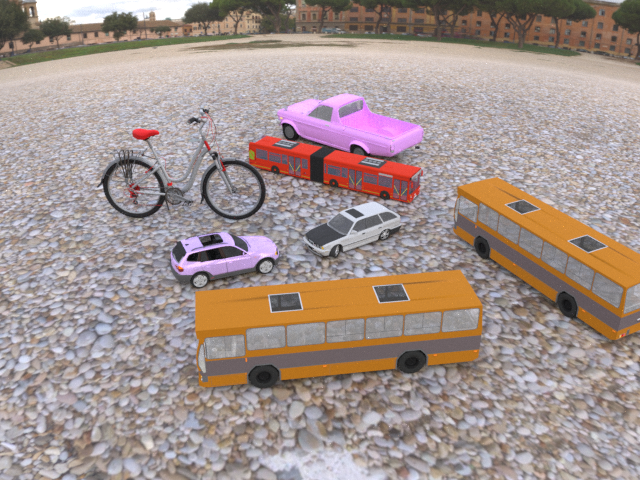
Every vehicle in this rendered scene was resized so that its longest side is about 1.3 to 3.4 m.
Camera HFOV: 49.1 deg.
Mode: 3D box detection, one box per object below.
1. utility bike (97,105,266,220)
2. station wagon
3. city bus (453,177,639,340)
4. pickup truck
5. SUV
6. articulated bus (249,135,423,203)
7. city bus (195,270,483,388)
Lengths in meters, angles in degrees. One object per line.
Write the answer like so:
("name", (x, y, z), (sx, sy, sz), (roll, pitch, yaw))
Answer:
("utility bike", (-2.267, -1.230, 11.338), (2.791, 1.839, 1.039), (1, 29, 3))
("station wagon", (0.503, -0.202, 10.891), (1.597, 0.473, 0.682), (-19, 34, -30))
("city bus", (3.183, 0.170, 9.783), (0.926, 0.894, 3.255), (-14, 32, -24))
("pickup truck", (0.554, -2.388, 14.306), (3.117, 0.993, 1.244), (23, 36, 35))
("SUV", (-1.364, 0.201, 10.050), (1.572, 0.580, 0.656), (-12, 31, -20))
("articulated bus", (0.223, -1.333, 12.845), (3.401, 0.561, 0.605), (15, 32, 25))
("city bus", (0.197, 1.048, 8.195), (3.255, 0.894, 0.926), (-4, 29, -8))
